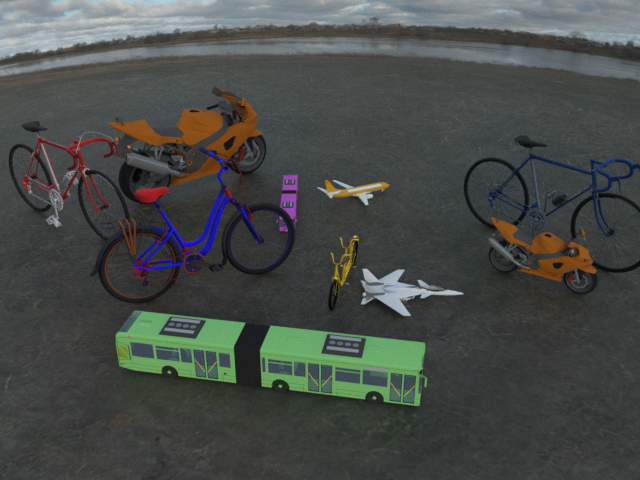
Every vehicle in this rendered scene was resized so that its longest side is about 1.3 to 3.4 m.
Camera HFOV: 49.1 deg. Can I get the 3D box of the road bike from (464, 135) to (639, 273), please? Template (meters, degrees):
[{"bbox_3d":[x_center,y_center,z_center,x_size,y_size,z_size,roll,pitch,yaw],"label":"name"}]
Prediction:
[{"bbox_3d":[3.345,-0.620,10.089,0.697,1.656,3.004,-24,36,-38],"label":"road bike"}]

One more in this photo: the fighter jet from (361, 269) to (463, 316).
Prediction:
[{"bbox_3d":[1.215,0.619,9.206,1.358,0.286,1.147,1,28,2],"label":"fighter jet"}]

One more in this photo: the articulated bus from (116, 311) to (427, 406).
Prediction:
[{"bbox_3d":[-0.540,1.277,7.661,3.401,0.561,0.605,5,28,10],"label":"articulated bus"}]

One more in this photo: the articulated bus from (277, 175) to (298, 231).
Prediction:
[{"bbox_3d":[-0.515,-0.636,11.587,0.311,0.289,1.749,0,28,0],"label":"articulated bus"}]

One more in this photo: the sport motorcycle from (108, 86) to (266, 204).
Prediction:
[{"bbox_3d":[-2.173,-1.639,12.090,2.955,1.596,0.983,-21,34,-34],"label":"sport motorcycle"}]

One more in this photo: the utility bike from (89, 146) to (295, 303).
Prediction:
[{"bbox_3d":[-1.653,-0.224,9.141,2.791,1.839,1.039,-13,30,-23],"label":"utility bike"}]

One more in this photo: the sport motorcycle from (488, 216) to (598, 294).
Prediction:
[{"bbox_3d":[2.991,0.202,9.425,1.520,0.821,0.506,17,32,30],"label":"sport motorcycle"}]

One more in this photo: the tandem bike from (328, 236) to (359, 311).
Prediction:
[{"bbox_3d":[0.332,0.303,9.381,0.283,0.682,1.642,7,29,13],"label":"tandem bike"}]

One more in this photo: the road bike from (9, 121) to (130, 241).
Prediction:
[{"bbox_3d":[-3.946,-0.960,10.735,3.004,1.656,0.697,19,33,32],"label":"road bike"}]

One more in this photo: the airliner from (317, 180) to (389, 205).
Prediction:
[{"bbox_3d":[0.641,-0.935,12.005,1.307,0.429,1.161,-13,31,-24],"label":"airliner"}]
